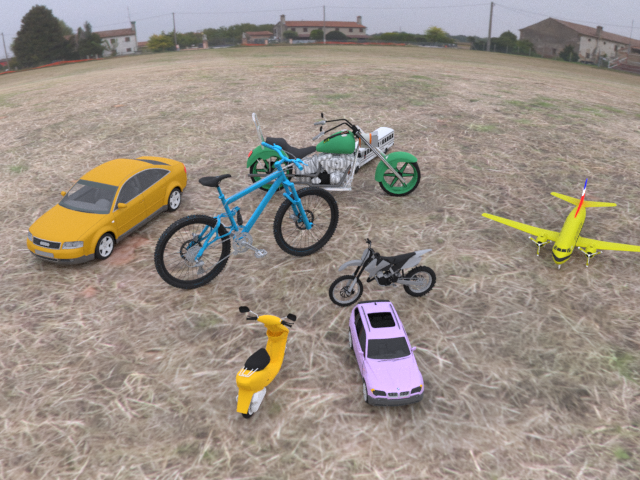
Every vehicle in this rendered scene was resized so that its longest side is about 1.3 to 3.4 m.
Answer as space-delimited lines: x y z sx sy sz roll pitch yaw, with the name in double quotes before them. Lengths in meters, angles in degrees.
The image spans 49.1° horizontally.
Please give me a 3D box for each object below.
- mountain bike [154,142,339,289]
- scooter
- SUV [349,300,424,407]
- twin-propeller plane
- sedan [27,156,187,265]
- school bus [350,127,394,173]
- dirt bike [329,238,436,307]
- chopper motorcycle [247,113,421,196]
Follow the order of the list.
"mountain bike" -0.949 -0.311 9.715 2.857 1.688 1.114 -16 32 -27
"scooter" -0.610 1.236 7.628 0.662 0.919 1.399 8 29 14
"SUV" 0.725 1.242 7.977 0.656 0.580 1.572 -3 28 -6
"twin-propeller plane" 3.810 -0.249 10.551 2.663 0.792 2.129 14 31 24
"sedan" -3.308 -0.641 11.130 1.235 0.940 3.137 11 30 20
"school bus" 0.934 -1.782 13.810 0.365 0.434 1.708 16 32 28
"dirt bike" 0.840 0.444 9.180 1.493 0.857 0.527 -7 29 -12
"chopper motorcycle" 0.237 -1.474 12.120 3.040 1.480 0.906 0 28 1
